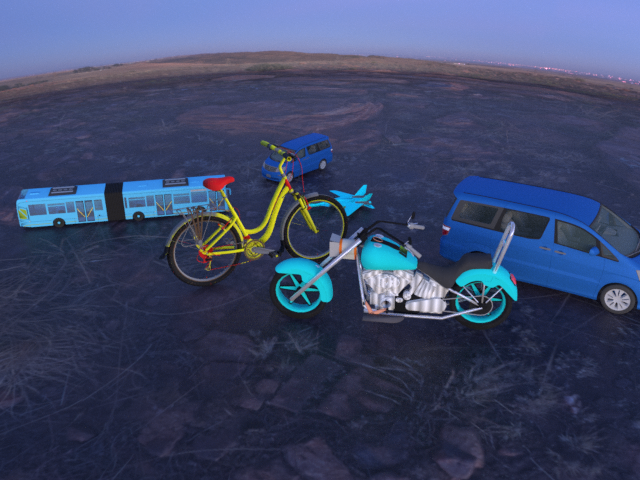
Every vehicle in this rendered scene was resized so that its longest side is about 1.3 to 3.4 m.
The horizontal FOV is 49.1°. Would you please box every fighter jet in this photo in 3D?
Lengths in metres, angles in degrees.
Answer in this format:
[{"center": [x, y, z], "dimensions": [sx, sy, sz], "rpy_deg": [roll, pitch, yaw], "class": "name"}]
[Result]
[{"center": [0.218, -0.700, 12.098], "dimensions": [1.358, 0.286, 1.147], "rpy_deg": [-5, 27, -10], "class": "fighter jet"}]

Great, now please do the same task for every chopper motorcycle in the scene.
[{"center": [0.877, 0.371, 8.566], "dimensions": [3.040, 1.480, 0.906], "rpy_deg": [4, 26, 8], "class": "chopper motorcycle"}]

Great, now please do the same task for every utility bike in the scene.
[{"center": [-0.908, -0.393, 9.714], "dimensions": [2.791, 1.839, 1.039], "rpy_deg": [-11, 28, -22], "class": "utility bike"}]

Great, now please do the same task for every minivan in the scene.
[{"center": [3.223, -0.005, 9.652], "dimensions": [3.011, 1.197, 1.324], "rpy_deg": [14, 29, 26], "class": "minivan"}, {"center": [-0.444, -1.600, 13.556], "dimensions": [0.681, 0.616, 1.548], "rpy_deg": [22, 34, 37], "class": "minivan"}]

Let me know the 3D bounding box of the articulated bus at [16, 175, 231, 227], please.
[{"center": [-3.212, -0.655, 11.694], "dimensions": [3.401, 0.561, 0.605], "rpy_deg": [-5, 27, -11], "class": "articulated bus"}]
